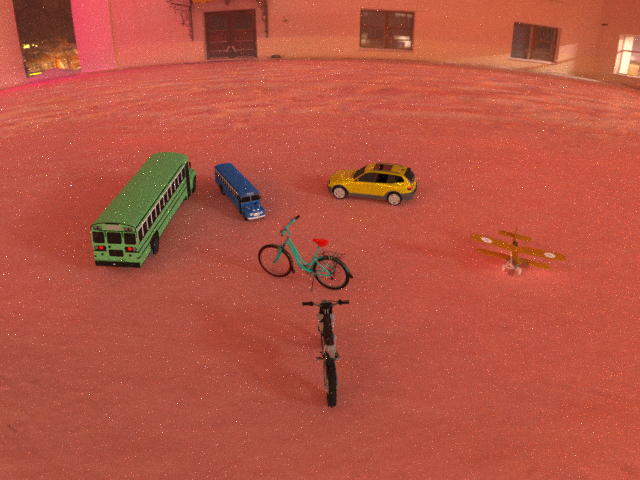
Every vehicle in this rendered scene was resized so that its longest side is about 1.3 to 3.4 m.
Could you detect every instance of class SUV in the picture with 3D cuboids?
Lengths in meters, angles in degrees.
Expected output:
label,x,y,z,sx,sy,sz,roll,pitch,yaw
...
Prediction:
label,x,y,z,sx,sy,sz,roll,pitch,yaw
SUV,0.914,-1.035,12.253,1.572,0.580,0.656,8,29,14

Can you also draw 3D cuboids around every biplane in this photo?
label,x,y,z,sx,sy,sz,roll,pitch,yaw
biplane,2.835,0.152,10.089,1.336,0.504,1.090,6,28,11

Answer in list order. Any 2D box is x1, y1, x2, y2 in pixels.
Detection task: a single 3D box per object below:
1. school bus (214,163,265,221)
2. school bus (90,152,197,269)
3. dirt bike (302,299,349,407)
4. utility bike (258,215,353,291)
label,x,y,z,sx,sy,sz,roll,pitch,yaw
school bus,-1.388,-0.839,12.039,0.365,0.434,1.708,-12,30,-22
school bus,-2.687,-0.619,11.184,0.709,0.844,3.322,3,28,5
dirt bike,0.076,1.138,7.845,0.527,0.857,1.493,-2,28,-3
utility bike,-0.234,0.221,9.486,1.435,0.946,0.535,11,30,20
